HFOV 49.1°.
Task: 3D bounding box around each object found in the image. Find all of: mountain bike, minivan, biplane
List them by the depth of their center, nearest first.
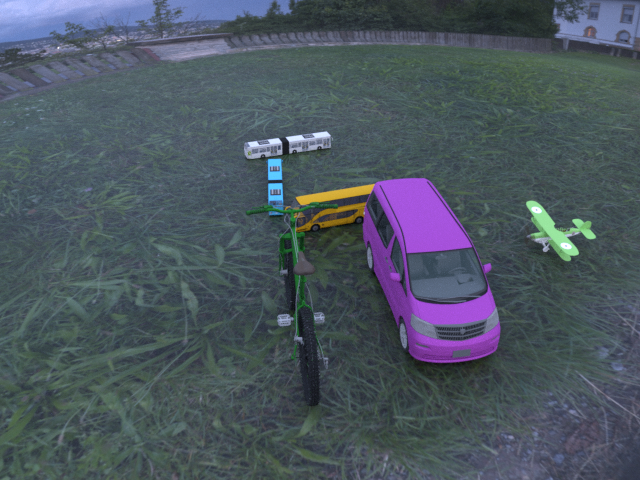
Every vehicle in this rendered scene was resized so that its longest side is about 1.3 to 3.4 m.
[{"bbox_3d":[-0.258,0.588,8.399,1.114,1.688,2.857,-4,31,-7],"label":"mountain bike"},{"bbox_3d":[1.414,0.305,9.346,1.324,1.197,3.011,-5,31,-8],"label":"minivan"},{"bbox_3d":[3.652,-0.093,10.682,1.090,0.504,1.336,-8,32,-13],"label":"biplane"}]

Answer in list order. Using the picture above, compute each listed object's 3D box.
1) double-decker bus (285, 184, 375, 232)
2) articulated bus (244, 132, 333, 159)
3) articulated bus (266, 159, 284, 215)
[{"bbox_3d":[0.280,-0.515,11.349,1.672,0.541,0.389,-10,33,-17],"label":"double-decker bus"},{"bbox_3d":[-0.619,-1.874,13.855,1.749,0.289,0.311,-11,33,-17],"label":"articulated bus"},{"bbox_3d":[-0.784,-0.955,12.325,0.311,0.289,1.749,-2,31,-3],"label":"articulated bus"}]
